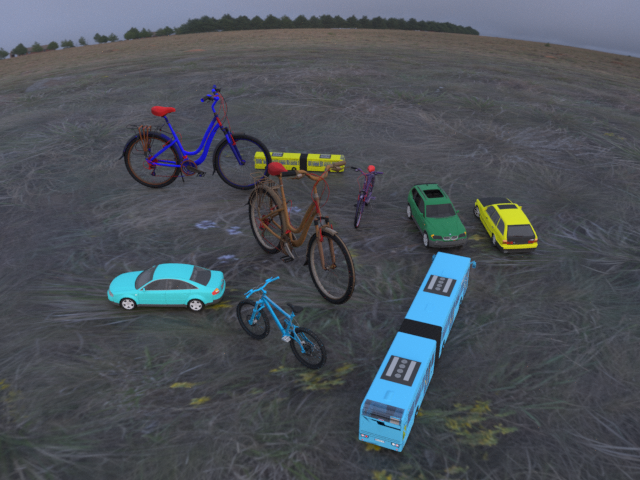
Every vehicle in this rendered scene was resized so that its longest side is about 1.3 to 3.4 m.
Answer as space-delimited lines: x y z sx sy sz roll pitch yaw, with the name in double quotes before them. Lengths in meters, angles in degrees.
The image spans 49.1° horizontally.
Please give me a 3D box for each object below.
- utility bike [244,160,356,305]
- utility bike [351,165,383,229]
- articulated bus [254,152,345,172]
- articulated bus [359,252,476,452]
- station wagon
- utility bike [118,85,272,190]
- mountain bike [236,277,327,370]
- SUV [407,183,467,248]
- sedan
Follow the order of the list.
"utility bike" -0.274 -0.357 9.966 1.039 1.839 2.791 -19 35 -30
"utility bike" 0.803 -0.833 11.687 0.535 0.946 1.435 7 31 13
"articulated bus" -0.406 -1.508 13.515 1.749 0.289 0.311 3 30 5
"articulated bus" 1.260 1.186 8.568 0.605 0.561 3.401 11 32 19
"station wagon" 2.987 -0.348 11.318 0.682 0.473 1.597 -3 30 -4
"utility bike" -2.244 -1.805 12.479 2.791 1.839 1.039 2 30 3
"mountain bike" -0.496 1.018 8.553 1.469 0.868 0.573 22 37 33
"SUV" 1.871 -0.424 11.342 0.656 0.580 1.572 -5 30 -8
"sedan" -2.120 0.611 9.643 1.613 0.483 0.635 1 30 1
